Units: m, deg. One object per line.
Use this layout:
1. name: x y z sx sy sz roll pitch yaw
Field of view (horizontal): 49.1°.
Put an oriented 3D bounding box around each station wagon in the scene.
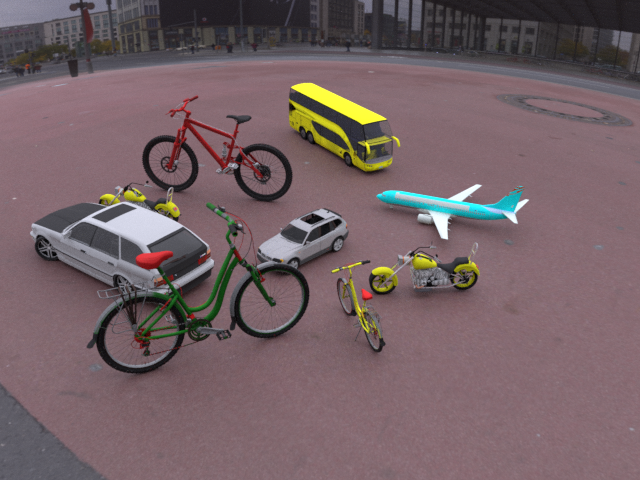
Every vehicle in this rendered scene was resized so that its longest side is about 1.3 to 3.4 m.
1. station wagon: -3.052 -0.026 10.457 3.105 0.920 1.327 19 34 31

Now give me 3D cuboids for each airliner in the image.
1. airliner: 2.156 -0.729 11.832 2.541 0.835 2.257 13 31 22

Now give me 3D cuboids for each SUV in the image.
1. SUV: -0.252 -0.023 10.805 1.572 0.580 0.656 -25 37 -38

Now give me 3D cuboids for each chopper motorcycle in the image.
1. chopper motorcycle: -3.062 -0.641 11.748 1.563 0.761 0.466 11 31 19
2. chopper motorcycle: 1.476 0.399 9.845 1.563 0.761 0.466 -2 29 -3

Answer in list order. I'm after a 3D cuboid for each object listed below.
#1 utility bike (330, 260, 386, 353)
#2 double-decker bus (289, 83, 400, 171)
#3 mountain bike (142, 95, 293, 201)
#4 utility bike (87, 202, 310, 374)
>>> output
1. utility bike: 0.458 0.796 8.925 0.535 0.946 1.435 -11 30 -19
2. double-decker bus: 0.391 -2.376 14.620 0.756 1.052 3.251 -16 33 -27
3. mountain bike: -1.872 -1.558 12.460 2.857 1.688 1.114 7 29 12
4. utility bike: -1.450 0.560 8.426 2.791 1.839 1.039 -13 31 -22
